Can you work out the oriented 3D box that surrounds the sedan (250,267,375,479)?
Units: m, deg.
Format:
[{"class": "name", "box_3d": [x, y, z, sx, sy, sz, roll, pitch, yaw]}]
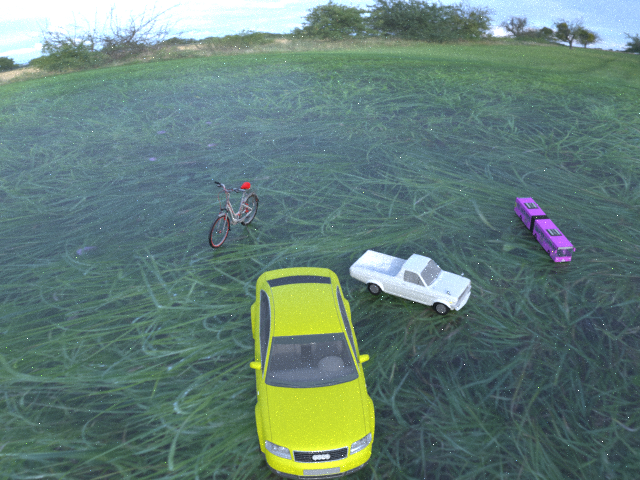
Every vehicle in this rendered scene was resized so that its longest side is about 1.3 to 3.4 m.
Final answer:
[{"class": "sedan", "box_3d": [-0.145, 1.207, 7.651, 1.235, 0.940, 3.137, -3, 29, -5]}]

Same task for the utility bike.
[{"class": "utility bike", "box_3d": [-1.264, -0.485, 10.758, 0.535, 0.946, 1.435, 13, 31, 23]}]

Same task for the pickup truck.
[{"class": "pickup truck", "box_3d": [1.211, 0.492, 9.416, 1.603, 0.511, 0.640, 15, 32, 26]}]

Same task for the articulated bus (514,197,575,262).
[{"class": "articulated bus", "box_3d": [3.458, -0.193, 10.909, 0.311, 0.289, 1.749, -3, 29, -5]}]
